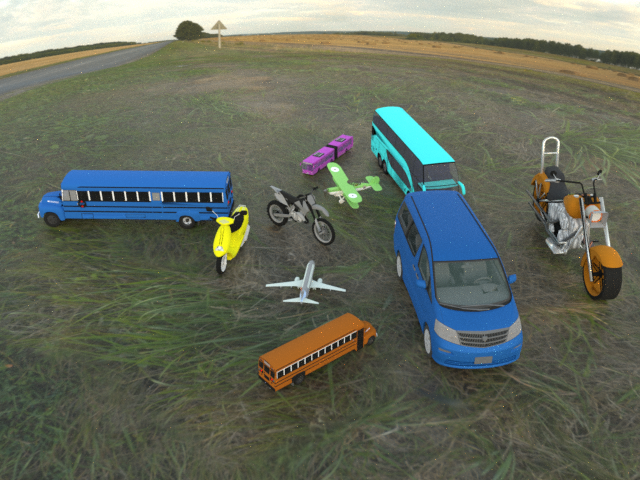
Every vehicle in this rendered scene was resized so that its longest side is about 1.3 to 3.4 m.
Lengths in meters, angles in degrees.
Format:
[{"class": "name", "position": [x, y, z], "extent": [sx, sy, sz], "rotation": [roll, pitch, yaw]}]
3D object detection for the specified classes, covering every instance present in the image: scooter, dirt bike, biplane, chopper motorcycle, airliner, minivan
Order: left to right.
[{"class": "scooter", "position": [-1.381, -0.153, 10.913], "extent": [0.662, 0.919, 1.399], "rotation": [6, 30, 11]}, {"class": "dirt bike", "position": [-0.327, -0.464, 11.523], "extent": [1.493, 0.857, 0.527], "rotation": [23, 37, 34]}, {"class": "airliner", "position": [-0.191, 0.538, 10.191], "extent": [1.161, 0.429, 1.307], "rotation": [3, 30, 6]}, {"class": "biplane", "position": [0.586, -0.948, 12.733], "extent": [1.090, 0.504, 1.336], "rotation": [-10, 31, -17]}, {"class": "minivan", "position": [1.818, 0.441, 9.586], "extent": [1.324, 1.197, 3.011], "rotation": [-3, 30, -5]}, {"class": "chopper motorcycle", "position": [3.926, -0.402, 10.783], "extent": [0.906, 1.480, 3.040], "rotation": [-2, 30, -4]}]

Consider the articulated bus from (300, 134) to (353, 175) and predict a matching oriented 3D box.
[{"class": "articulated bus", "position": [0.174, -1.772, 14.402], "extent": [0.311, 0.289, 1.749], "rotation": [16, 33, 26]}]

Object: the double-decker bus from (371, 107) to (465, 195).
[{"class": "double-decker bus", "position": [1.731, -1.507, 13.163], "extent": [0.756, 1.052, 3.251], "rotation": [-7, 30, -11]}]

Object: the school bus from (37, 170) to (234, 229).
[{"class": "school bus", "position": [-3.174, -0.726, 11.997], "extent": [3.322, 0.844, 0.709], "rotation": [1, 30, 1]}]

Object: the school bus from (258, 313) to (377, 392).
[{"class": "school bus", "position": [0.018, 1.347, 8.763], "extent": [1.708, 0.434, 0.365], "rotation": [-22, 36, -34]}]
